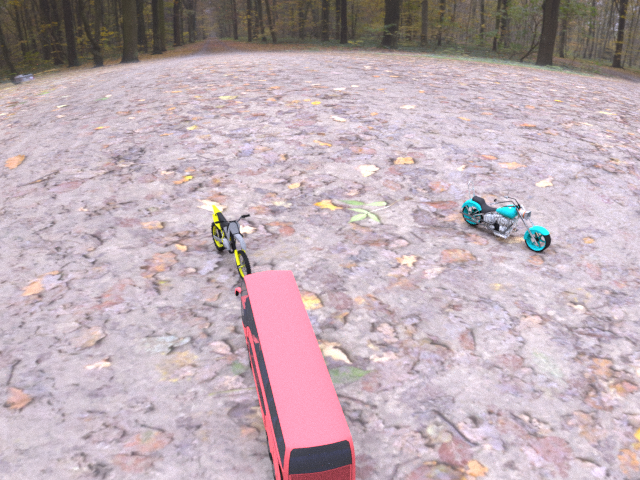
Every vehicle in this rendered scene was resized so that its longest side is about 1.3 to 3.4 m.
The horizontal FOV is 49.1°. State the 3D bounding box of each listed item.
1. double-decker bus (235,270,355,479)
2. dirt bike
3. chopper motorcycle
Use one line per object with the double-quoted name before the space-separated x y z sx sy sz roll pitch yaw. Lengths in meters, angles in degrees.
"double-decker bus" -0.343 1.416 7.491 0.756 1.052 3.251 -6 30 -11
"dirt bike" -1.318 -0.014 10.272 0.527 0.857 1.493 -14 32 -24
"chopper motorcycle" 2.918 -0.373 11.019 1.563 0.761 0.466 25 38 37
